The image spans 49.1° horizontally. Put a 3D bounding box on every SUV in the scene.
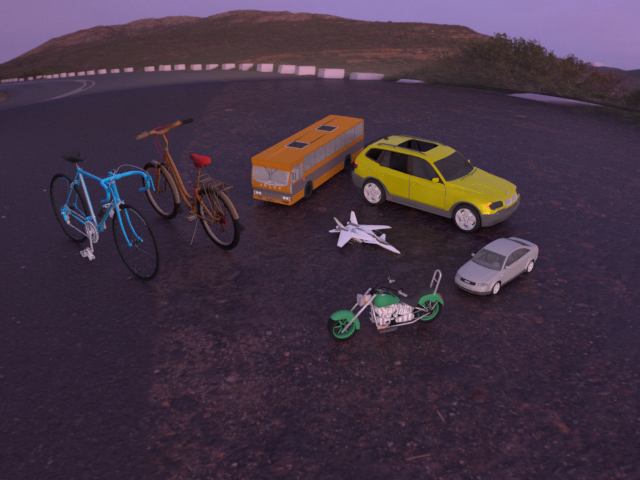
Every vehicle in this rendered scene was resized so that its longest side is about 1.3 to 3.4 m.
[{"bbox_3d":[2.013,-1.097,12.434,3.058,1.128,1.276,19,31,35],"label":"SUV"}]

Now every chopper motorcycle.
[{"bbox_3d":[0.844,0.822,8.827,1.563,0.761,0.466,-8,27,-17],"label":"chopper motorcycle"}]

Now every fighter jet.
[{"bbox_3d":[0.806,-0.091,11.298,1.147,0.286,1.358,-20,32,-36],"label":"fighter jet"}]

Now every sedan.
[{"bbox_3d":[2.592,0.319,10.208,0.635,0.483,1.613,23,34,39],"label":"sedan"}]

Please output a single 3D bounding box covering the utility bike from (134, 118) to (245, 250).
[{"bbox_3d":[-2.200,-0.890,11.172,1.039,1.839,2.791,-23,34,-39],"label":"utility bike"}]

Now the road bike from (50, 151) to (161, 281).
[{"bbox_3d":[-3.309,-0.454,10.468,3.004,1.656,0.696,22,33,38],"label":"road bike"}]

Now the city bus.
[{"bbox_3d":[-0.151,-1.606,13.774,0.926,0.894,3.255,12,28,24],"label":"city bus"}]
